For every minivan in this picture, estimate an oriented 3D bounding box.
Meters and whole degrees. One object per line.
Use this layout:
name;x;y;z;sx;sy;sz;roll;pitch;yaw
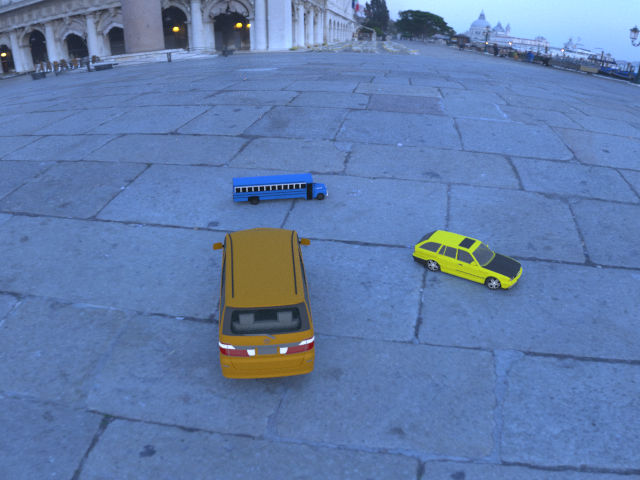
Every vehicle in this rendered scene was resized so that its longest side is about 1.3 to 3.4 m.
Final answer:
minivan;-0.737;0.538;9.161;1.324;1.197;3.011;-3;29;-5

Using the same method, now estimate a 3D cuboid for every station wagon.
station wagon;2.201;0.256;10.413;1.597;0.473;0.682;17;33;28

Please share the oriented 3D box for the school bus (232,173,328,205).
school bus;-0.714;-0.930;12.589;1.708;0.434;0.365;-4;29;-8
